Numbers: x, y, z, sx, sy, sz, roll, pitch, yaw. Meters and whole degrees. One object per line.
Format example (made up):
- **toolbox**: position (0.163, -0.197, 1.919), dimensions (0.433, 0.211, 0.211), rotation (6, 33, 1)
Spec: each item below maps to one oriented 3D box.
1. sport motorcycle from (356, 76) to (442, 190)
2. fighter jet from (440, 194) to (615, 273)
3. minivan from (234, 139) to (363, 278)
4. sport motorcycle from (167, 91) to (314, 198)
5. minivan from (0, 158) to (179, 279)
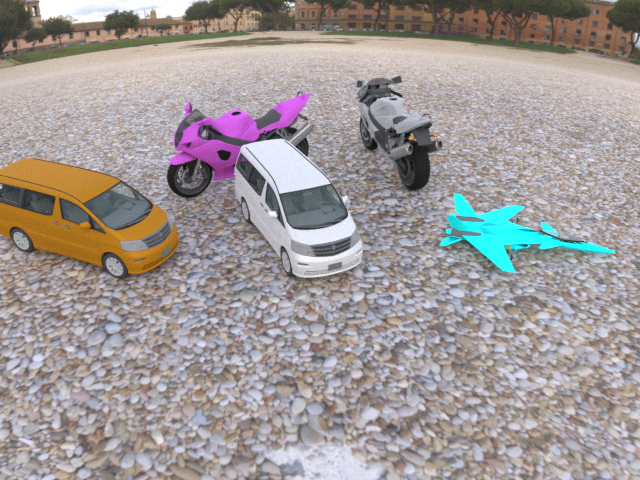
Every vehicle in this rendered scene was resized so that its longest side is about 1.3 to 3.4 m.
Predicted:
- **sport motorcycle**: position (1.399, -2.124, 13.480), dimensions (0.983, 1.596, 2.955), rotation (-10, 31, -17)
- **fighter jet**: position (3.314, -0.150, 11.088), dimensions (2.640, 0.557, 2.229), rotation (9, 31, 15)
- **minivan**: position (-0.409, -0.567, 11.172), dimensions (1.324, 1.197, 3.011), rotation (-13, 32, -21)
- **sport motorcycle**: position (-1.446, -1.772, 12.868), dimensions (2.955, 1.596, 0.983), rotation (-18, 34, -28)
- **minivan**: position (-3.673, -0.400, 10.880), dimensions (3.011, 1.197, 1.324), rotation (13, 32, 21)
